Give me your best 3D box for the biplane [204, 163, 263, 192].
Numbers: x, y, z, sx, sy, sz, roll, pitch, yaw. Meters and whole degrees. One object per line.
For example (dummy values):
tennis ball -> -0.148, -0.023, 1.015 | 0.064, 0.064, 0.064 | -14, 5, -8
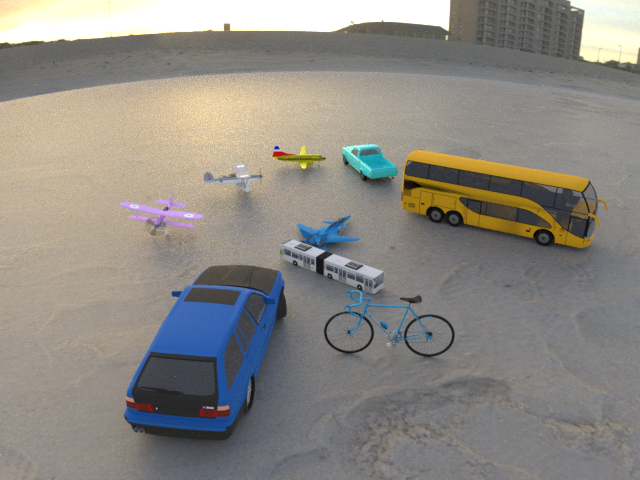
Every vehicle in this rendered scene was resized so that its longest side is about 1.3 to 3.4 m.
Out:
biplane -> -1.602, -1.138, 12.969 | 1.090, 0.504, 1.336 | -5, 27, -9

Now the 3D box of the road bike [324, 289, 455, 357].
road bike -> 0.818, 1.005, 8.253 | 1.545, 0.852, 0.358 | 2, 26, 4

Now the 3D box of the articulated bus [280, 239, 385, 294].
articulated bus -> 0.149, 0.367, 10.174 | 1.749, 0.289, 0.311 | 19, 32, 33

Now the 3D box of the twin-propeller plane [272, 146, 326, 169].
twin-propeller plane -> -0.420, -1.723, 14.259 | 1.095, 0.407, 1.370 | -1, 26, -1

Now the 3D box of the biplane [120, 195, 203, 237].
biplane -> -2.544, -0.418, 11.516 | 1.336, 0.504, 1.090 | 2, 26, 3

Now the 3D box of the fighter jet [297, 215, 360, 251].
fighter jet -> 0.181, -0.236, 11.393 | 1.147, 0.286, 1.358 | 15, 30, 27

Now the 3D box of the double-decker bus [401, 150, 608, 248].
double-decker bus -> 2.928, -0.682, 11.433 | 3.251, 1.052, 0.756 | 14, 30, 26

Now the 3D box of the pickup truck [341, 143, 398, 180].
pickup truck -> 0.968, -1.597, 13.887 | 0.640, 0.511, 1.603 | -9, 28, -17

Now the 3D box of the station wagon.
station wagon -> -1.203, 1.005, 8.175 | 1.327, 0.920, 3.105 | 4, 27, 7
